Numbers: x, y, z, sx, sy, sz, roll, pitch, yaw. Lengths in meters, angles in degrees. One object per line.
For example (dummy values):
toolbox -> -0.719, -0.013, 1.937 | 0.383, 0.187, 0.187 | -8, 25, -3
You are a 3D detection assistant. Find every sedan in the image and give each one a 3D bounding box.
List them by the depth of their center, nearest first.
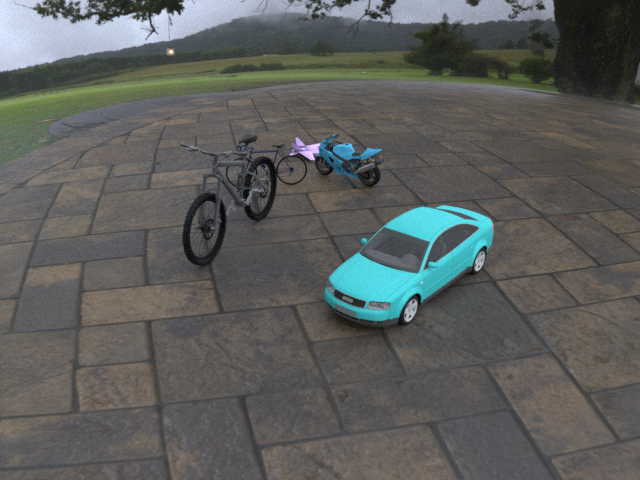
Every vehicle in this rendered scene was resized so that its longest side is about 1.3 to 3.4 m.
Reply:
sedan -> 1.315, 0.195, 9.760 | 1.235, 0.940, 3.137 | 20, 32, 35

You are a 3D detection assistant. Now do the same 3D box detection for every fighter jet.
fighter jet -> 0.067, -1.957, 14.986 | 1.358, 0.286, 1.147 | 5, 26, 10

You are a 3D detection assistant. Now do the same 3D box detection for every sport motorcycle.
sport motorcycle -> 0.532, -1.538, 13.500 | 1.520, 0.821, 0.506 | 17, 30, 31

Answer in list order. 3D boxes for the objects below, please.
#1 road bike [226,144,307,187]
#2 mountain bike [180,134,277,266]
road bike -> -1.008, -1.412, 13.201 | 1.545, 0.852, 0.358 | -4, 26, -8
mountain bike -> -1.353, -0.784, 10.933 | 1.114, 1.688, 2.857 | 10, 28, 20
